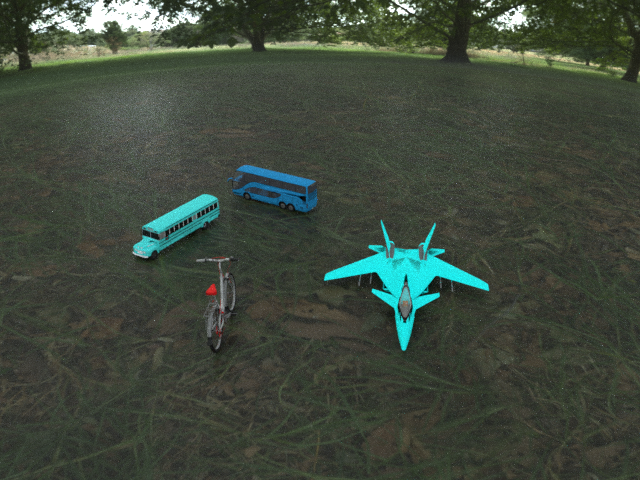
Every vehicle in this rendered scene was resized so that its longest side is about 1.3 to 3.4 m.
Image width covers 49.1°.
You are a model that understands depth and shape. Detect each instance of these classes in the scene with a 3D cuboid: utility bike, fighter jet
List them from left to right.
[{"bbox_3d":[-1.266,0.711,8.606,0.535,0.946,1.435,2,28,5],"label":"utility bike"},{"bbox_3d":[1.148,0.548,9.342,2.229,0.557,2.640,3,28,6],"label":"fighter jet"}]

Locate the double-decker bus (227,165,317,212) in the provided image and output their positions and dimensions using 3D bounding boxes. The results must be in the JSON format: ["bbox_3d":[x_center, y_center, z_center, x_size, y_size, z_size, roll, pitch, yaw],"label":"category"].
[{"bbox_3d":[-0.828,-0.905,12.162,1.672,0.541,0.389,16,31,27],"label":"double-decker bus"}]

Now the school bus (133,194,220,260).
[{"bbox_3d":[-2.240,-0.220,10.957,0.365,0.434,1.708,16,31,27],"label":"school bus"}]
